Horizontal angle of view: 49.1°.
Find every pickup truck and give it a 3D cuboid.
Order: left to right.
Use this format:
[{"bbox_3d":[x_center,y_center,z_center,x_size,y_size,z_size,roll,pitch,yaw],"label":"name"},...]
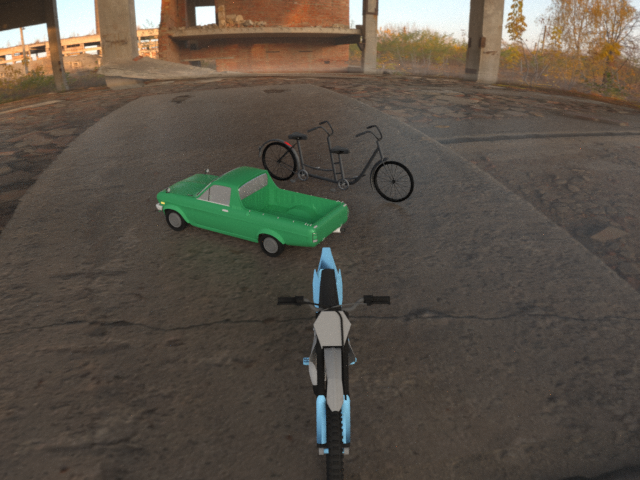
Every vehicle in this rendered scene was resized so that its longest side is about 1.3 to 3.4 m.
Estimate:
[{"bbox_3d":[-1.129,-0.573,11.217,3.117,0.993,1.244,14,29,26],"label":"pickup truck"}]

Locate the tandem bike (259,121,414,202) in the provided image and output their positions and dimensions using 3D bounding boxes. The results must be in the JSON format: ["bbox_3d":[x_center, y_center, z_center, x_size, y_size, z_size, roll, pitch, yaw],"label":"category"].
[{"bbox_3d":[0.231,-1.519,12.777,3.192,1.326,0.550,13,29,25],"label":"tandem bike"}]

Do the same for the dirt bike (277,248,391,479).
[{"bbox_3d":[0.117,1.117,6.987,1.024,1.666,2.903,-1,26,-1],"label":"dirt bike"}]
